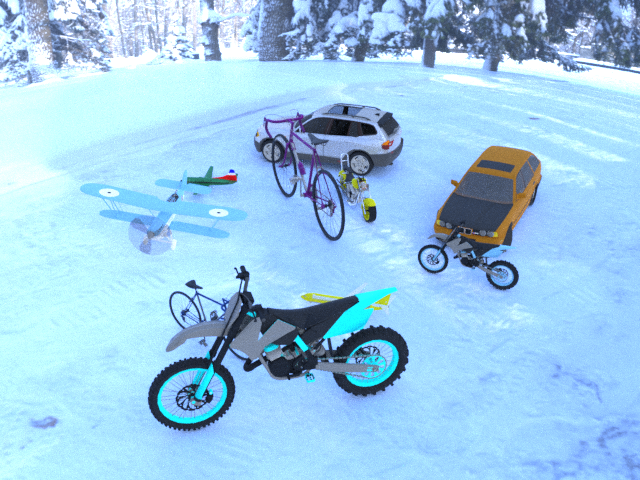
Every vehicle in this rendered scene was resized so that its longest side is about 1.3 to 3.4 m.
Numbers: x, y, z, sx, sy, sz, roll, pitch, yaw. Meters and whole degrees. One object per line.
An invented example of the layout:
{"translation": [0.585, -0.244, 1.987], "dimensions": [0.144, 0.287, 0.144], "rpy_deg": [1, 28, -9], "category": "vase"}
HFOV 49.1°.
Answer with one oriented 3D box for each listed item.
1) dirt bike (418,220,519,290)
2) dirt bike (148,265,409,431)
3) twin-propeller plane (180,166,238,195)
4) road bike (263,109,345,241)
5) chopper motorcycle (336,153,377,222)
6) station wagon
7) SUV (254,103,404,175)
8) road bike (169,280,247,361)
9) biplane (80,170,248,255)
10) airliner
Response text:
{"translation": [2.128, 0.223, 10.057], "dimensions": [1.493, 0.857, 0.527], "rpy_deg": [13, 31, 23], "category": "dirt bike"}
{"translation": [-0.384, 1.171, 7.424], "dimensions": [2.903, 1.666, 1.024], "rpy_deg": [-8, 29, -15], "category": "dirt bike"}
{"translation": [-2.088, -1.150, 13.102], "dimensions": [1.095, 0.407, 1.370], "rpy_deg": [3, 28, 5], "category": "twin-propeller plane"}
{"translation": [-0.262, -1.165, 11.806], "dimensions": [0.696, 1.656, 3.004], "rpy_deg": [-12, 31, -22], "category": "road bike"}
{"translation": [0.654, -0.934, 12.323], "dimensions": [0.466, 0.761, 1.563], "rpy_deg": [-9, 29, -16], "category": "chopper motorcycle"}
{"translation": [2.930, -0.826, 11.952], "dimensions": [1.327, 0.920, 3.105], "rpy_deg": [14, 31, 24], "category": "station wagon"}
{"translation": [0.163, -2.160, 14.226], "dimensions": [3.058, 1.128, 1.276], "rpy_deg": [10, 30, 18], "category": "SUV"}
{"translation": [-1.359, 0.953, 8.697], "dimensions": [1.545, 0.852, 0.358], "rpy_deg": [20, 34, 32], "category": "road bike"}
{"translation": [-2.385, -0.496, 11.271], "dimensions": [2.598, 0.981, 2.120], "rpy_deg": [3, 28, 5], "category": "biplane"}
{"translation": [0.350, 0.768, 9.490], "dimensions": [1.307, 0.429, 1.161], "rpy_deg": [8, 29, 15], "category": "airliner"}
